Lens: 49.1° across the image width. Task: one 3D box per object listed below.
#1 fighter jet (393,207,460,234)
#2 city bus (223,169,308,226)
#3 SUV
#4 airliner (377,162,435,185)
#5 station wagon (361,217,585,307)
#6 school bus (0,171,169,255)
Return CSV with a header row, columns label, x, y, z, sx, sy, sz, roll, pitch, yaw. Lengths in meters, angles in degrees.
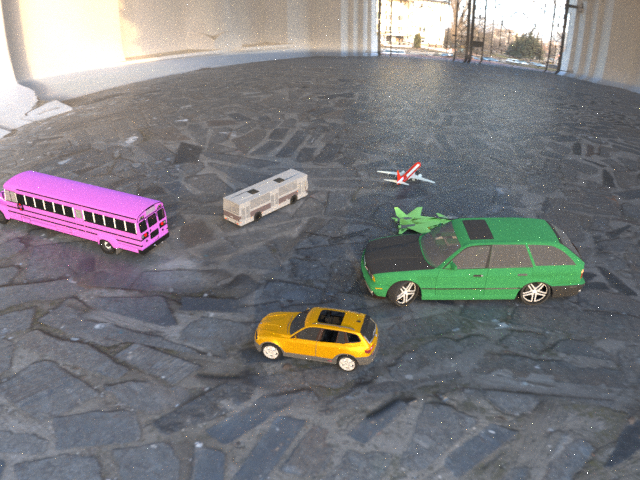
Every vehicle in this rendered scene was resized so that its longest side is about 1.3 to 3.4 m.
label,x,y,z,sx,sy,sz,roll,pitch,yaw
fighter jet,1.929,-0.366,11.773,1.358,0.286,1.147,-4,30,-6
city bus,-0.925,-0.743,12.264,0.476,0.460,1.674,24,37,36
SUV,-0.041,1.163,8.761,1.572,0.580,0.656,7,30,12
airliner,1.695,-1.347,13.367,1.161,0.429,1.307,14,32,24
station wagon,2.145,0.239,10.055,3.105,0.920,1.327,-1,29,-1
school bus,-4.036,-0.488,11.421,3.322,0.844,0.709,13,32,22
